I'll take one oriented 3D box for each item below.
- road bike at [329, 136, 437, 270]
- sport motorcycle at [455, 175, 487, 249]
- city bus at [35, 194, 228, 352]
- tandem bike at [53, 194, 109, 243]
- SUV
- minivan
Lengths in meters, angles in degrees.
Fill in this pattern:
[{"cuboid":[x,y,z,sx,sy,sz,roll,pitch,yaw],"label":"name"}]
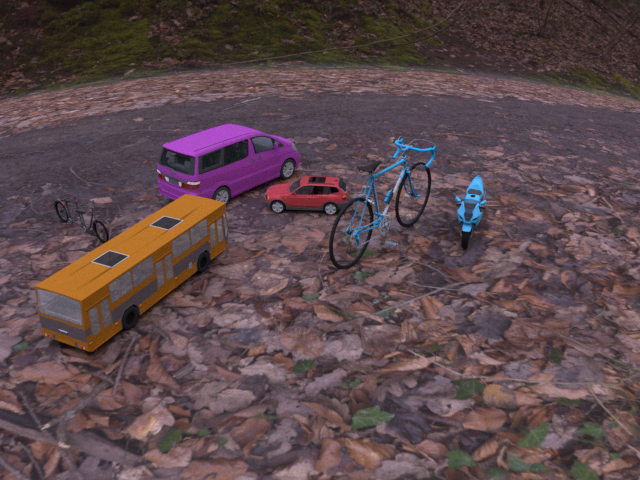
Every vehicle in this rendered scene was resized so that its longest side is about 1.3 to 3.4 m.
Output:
[{"cuboid":[1.056,-0.658,11.317,0.696,1.656,3.004,20,33,33],"label":"road bike"},{"cuboid":[2.569,-0.484,11.883,0.506,0.821,1.520,8,29,15],"label":"sport motorcycle"},{"cuboid":[-2.547,0.388,10.144,0.926,0.894,3.255,13,30,23],"label":"city bus"},{"cuboid":[-4.113,-0.448,11.966,1.642,0.682,0.283,22,35,35],"label":"tandem bike"},{"cuboid":[-0.234,-0.859,12.857,1.572,0.580,0.656,2,28,4],"label":"SUV"},{"cuboid":[-1.688,-1.580,13.566,1.324,1.197,3.011,21,34,34],"label":"minivan"}]
